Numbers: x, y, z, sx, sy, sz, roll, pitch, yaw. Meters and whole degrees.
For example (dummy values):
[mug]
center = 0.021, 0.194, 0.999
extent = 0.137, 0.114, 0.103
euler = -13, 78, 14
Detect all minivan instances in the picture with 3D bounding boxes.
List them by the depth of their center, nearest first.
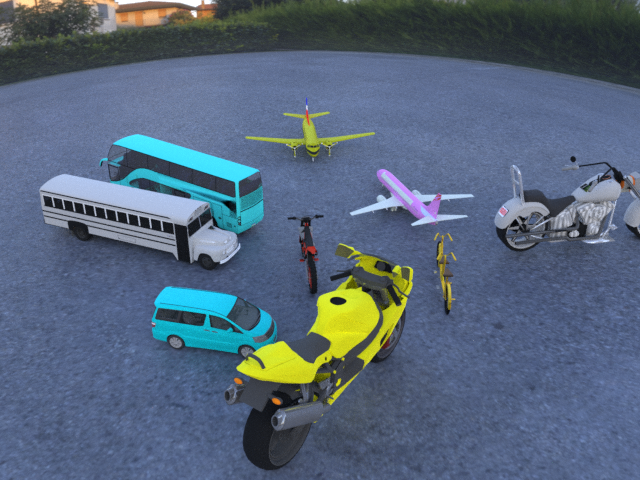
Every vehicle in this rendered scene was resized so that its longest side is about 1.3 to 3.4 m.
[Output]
[minivan]
center = -1.320, 1.016, 8.813
extent = 1.548, 0.616, 0.681
euler = 6, 30, 11

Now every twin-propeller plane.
[twin-propeller plane]
center = -0.209, -2.288, 14.487
extent = 2.663, 0.792, 2.129
euler = -3, 30, -5

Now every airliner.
[airliner]
center = 1.488, -0.894, 11.973
extent = 2.257, 0.835, 2.541
euler = -9, 31, -16

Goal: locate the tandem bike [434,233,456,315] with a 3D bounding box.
[tandem bike]
center = 1.744, 0.395, 9.847
extent = 0.283, 0.682, 1.642
euler = 2, 29, 3

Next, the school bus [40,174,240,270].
[school bus]
center = -2.823, -0.320, 10.948
extent = 3.322, 0.844, 0.709
euler = 12, 32, 20

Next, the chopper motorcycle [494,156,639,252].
[chopper motorcycle]
center = 4.153, -0.572, 10.747
extent = 3.040, 1.480, 0.906
euler = -6, 30, -11

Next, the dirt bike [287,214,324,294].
[dirt bike]
center = -0.183, 0.107, 10.178
extent = 0.527, 0.857, 1.493
euler = -4, 30, -7

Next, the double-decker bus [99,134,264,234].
[double-decker bus]
center = -2.393, -1.014, 11.966
extent = 3.251, 1.052, 0.756
euler = 19, 35, 30

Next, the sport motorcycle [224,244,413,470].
[sport motorcycle]
center = 0.154, 1.172, 7.539
extent = 0.983, 1.596, 2.955
euler = 19, 35, 30
